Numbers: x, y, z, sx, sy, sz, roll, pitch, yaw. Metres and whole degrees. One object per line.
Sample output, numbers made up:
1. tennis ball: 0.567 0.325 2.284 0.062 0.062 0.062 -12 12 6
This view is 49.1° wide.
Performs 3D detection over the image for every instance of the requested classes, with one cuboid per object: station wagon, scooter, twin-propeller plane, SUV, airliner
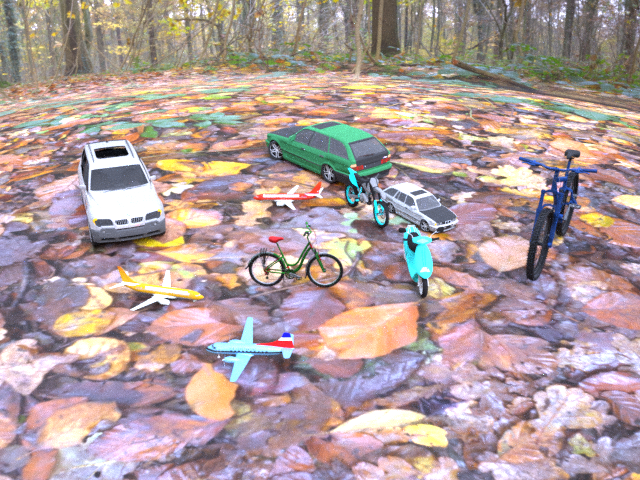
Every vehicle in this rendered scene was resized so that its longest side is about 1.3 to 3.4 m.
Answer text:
1. station wagon: 1.754 -0.613 12.407 0.682 0.473 1.597 -15 30 -29
2. scooter: 1.436 0.161 10.297 0.662 0.919 1.399 -2 26 -3
3. twin-propeller plane: -0.860 1.289 8.556 1.095 0.407 1.370 1 26 3
4. SUV: -3.563 -0.929 12.307 1.276 1.128 3.058 -10 27 -19
5. airliner: -0.596 -0.887 13.023 1.307 0.429 1.161 1 26 1
6. station wagon: 0.092 -2.001 14.758 1.327 0.920 3.105 -20 32 -35
7. airliner: -2.264 0.630 9.890 1.307 0.429 1.161 6 26 12

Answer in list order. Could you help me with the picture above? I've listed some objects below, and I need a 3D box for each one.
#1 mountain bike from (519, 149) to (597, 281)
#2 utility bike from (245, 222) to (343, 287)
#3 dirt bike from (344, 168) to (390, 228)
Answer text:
1. mountain bike: 3.679 -0.540 10.863 1.114 1.688 2.857 14 29 27
2. utility bike: -0.376 0.229 10.127 1.435 0.946 0.535 1 26 2
3. dirt bike: 0.825 -0.815 12.383 0.527 0.857 1.493 -12 28 -24
